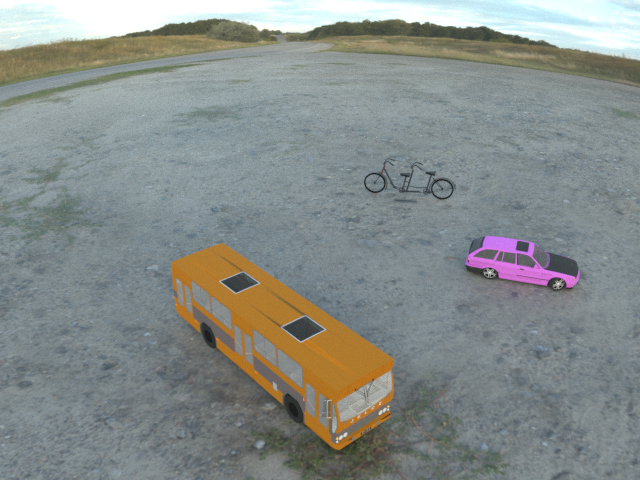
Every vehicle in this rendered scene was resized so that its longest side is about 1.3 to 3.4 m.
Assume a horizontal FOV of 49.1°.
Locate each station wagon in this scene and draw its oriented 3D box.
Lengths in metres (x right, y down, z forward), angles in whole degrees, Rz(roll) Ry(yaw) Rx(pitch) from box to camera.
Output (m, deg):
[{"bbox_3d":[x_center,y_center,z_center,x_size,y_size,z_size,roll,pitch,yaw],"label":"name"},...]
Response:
[{"bbox_3d":[2.952,0.298,10.183,1.597,0.473,0.682,10,30,17],"label":"station wagon"}]

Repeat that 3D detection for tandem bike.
[{"bbox_3d":[1.597,-1.085,12.459,1.642,0.682,0.283,6,30,11],"label":"tandem bike"}]

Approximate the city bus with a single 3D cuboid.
[{"bbox_3d":[-0.567,1.133,8.245,0.926,0.894,3.255,-22,36,-34],"label":"city bus"}]
